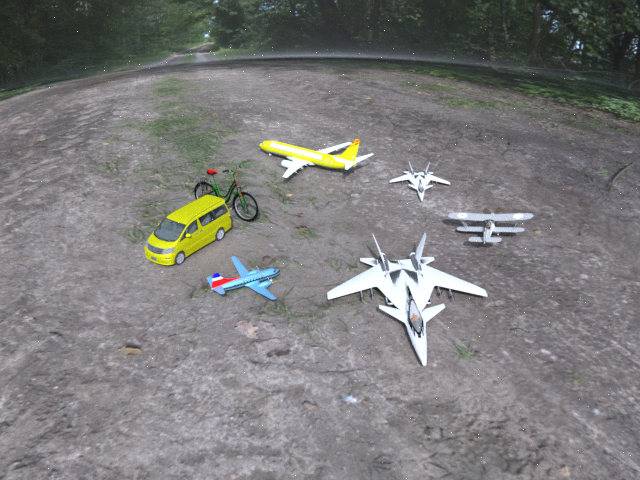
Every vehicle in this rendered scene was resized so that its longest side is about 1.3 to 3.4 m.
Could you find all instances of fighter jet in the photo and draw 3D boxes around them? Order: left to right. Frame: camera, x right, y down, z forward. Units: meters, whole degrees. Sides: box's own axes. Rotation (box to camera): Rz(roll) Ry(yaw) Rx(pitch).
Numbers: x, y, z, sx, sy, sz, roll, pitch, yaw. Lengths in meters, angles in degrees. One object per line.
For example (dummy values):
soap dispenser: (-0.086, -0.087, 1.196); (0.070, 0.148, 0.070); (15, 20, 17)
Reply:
fighter jet: (1.224, 0.738, 9.527); (2.229, 0.557, 2.640); (-1, 29, -2)
fighter jet: (1.892, -1.105, 13.193); (1.147, 0.286, 1.358); (2, 29, 4)

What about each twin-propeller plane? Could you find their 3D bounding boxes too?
twin-propeller plane: (-1.056, 0.530, 10.066); (1.095, 0.407, 1.370); (-16, 32, -27)

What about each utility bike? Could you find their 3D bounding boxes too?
utility bike: (-1.624, -0.876, 12.084); (1.435, 0.946, 0.535); (15, 32, 26)

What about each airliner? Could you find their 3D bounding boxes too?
airliner: (-0.242, -1.857, 13.999); (2.541, 0.835, 2.257); (19, 34, 31)

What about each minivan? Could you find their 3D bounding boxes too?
minivan: (-2.099, -0.168, 11.129); (0.681, 0.616, 1.548); (18, 33, 29)

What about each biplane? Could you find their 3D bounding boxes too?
biplane: (2.701, -0.196, 11.296); (1.336, 0.504, 1.090); (10, 30, 17)
